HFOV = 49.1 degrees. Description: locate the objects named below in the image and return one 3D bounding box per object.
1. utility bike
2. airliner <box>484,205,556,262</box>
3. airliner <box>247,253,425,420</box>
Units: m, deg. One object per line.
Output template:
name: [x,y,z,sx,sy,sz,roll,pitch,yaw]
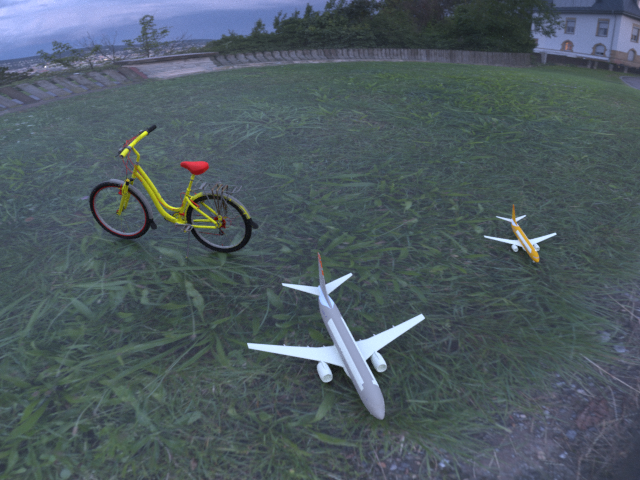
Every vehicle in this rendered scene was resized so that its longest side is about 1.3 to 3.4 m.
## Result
utility bike: [-2.289,-0.645,10.413,2.791,1.839,1.039,7,29,13]
airliner: [3.173,-0.092,10.870,1.161,0.429,1.307,-2,29,-4]
airliner: [0.305,1.083,8.285,2.257,0.835,2.541,-8,29,-14]
